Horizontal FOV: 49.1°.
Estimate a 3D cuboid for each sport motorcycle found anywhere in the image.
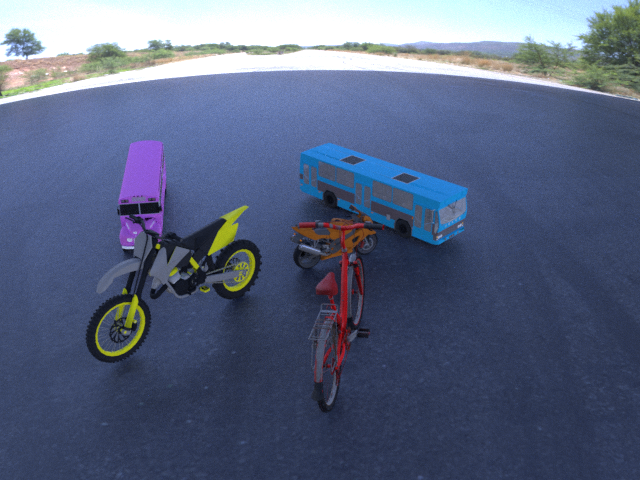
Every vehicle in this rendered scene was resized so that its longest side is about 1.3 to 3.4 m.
[{"bbox_3d":[0.248,-0.026,11.055,1.520,0.821,0.506,-13,30,-23],"label":"sport motorcycle"}]

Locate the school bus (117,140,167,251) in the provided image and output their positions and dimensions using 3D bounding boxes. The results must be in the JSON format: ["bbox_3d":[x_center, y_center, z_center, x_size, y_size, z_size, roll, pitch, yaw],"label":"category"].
[{"bbox_3d":[-3.168,-0.857,12.621,0.709,0.844,3.322,-5,28,-9],"label":"school bus"}]

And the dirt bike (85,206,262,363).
[{"bbox_3d":[-1.845,0.440,9.251,1.024,1.666,2.903,22,35,36],"label":"dirt bike"}]

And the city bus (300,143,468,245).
[{"bbox_3d":[1.042,-0.857,12.566,3.255,0.894,0.926,24,36,38],"label":"city bus"}]

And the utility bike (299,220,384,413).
[{"bbox_3d":[0.174,0.732,8.505,1.039,1.839,2.791,6,28,12],"label":"utility bike"}]
